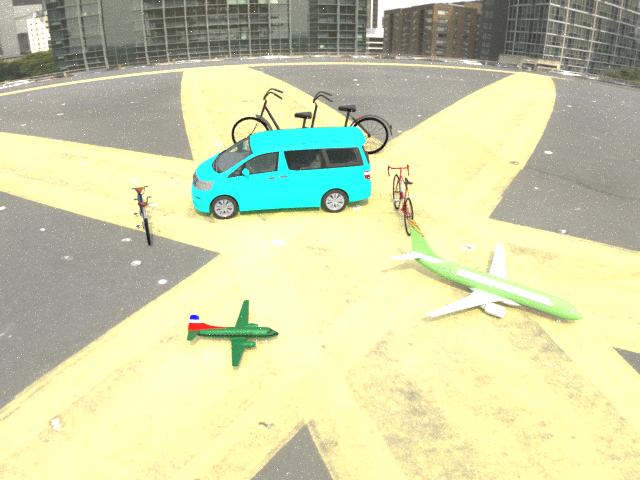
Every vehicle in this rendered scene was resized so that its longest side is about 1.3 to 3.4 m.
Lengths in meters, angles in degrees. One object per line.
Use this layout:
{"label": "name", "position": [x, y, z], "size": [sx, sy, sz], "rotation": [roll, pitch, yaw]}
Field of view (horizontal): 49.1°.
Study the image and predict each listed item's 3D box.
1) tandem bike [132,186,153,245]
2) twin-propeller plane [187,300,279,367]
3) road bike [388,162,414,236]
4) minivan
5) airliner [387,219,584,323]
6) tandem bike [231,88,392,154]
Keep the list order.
{"label": "tandem bike", "position": [-2.805, -0.517, 11.071], "size": [0.283, 0.682, 1.642], "rotation": [-9, 29, -16]}
{"label": "twin-propeller plane", "position": [-1.041, 1.064, 8.385], "size": [1.095, 0.407, 1.370], "rotation": [0, 28, 0]}
{"label": "road bike", "position": [1.331, -0.694, 11.223], "size": [0.358, 0.852, 1.545], "rotation": [-3, 28, -5]}
{"label": "minivan", "position": [-0.663, -1.179, 11.768], "size": [3.011, 1.197, 1.324], "rotation": [-4, 28, -7]}
{"label": "airliner", "position": [2.212, 0.409, 9.163], "size": [2.541, 0.835, 2.257], "rotation": [18, 33, 31]}
{"label": "tandem bike", "position": [-0.162, -2.308, 13.757], "size": [3.192, 1.326, 0.550], "rotation": [0, 28, 0]}
